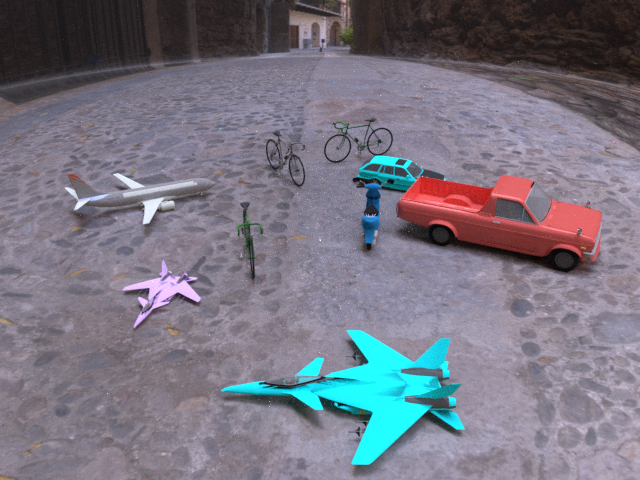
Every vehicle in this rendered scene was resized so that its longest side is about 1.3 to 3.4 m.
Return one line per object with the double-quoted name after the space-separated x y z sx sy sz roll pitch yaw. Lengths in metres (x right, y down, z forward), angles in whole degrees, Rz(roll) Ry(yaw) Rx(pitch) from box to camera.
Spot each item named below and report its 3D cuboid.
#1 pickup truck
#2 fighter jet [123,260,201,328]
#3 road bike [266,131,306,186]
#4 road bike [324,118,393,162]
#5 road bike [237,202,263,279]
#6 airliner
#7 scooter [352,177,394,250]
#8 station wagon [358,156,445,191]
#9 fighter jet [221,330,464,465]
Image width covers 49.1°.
2.806 -0.439 10.973 3.117 0.993 1.244 13 31 22 "pickup truck"
-2.221 0.738 9.546 1.147 0.286 1.358 7 29 13 "fighter jet"
-0.671 -1.589 13.238 0.358 0.852 1.545 -16 32 -27 "road bike"
0.788 -2.024 14.039 1.545 0.852 0.358 -12 31 -21 "road bike"
-1.072 -0.073 10.446 0.358 0.852 1.545 -5 29 -9 "road bike"
-3.029 -0.966 12.108 2.541 0.835 2.257 -13 31 -23 "airliner"
0.826 -0.495 11.153 0.662 0.919 1.399 3 29 6 "scooter"
1.522 -1.220 12.955 1.597 0.473 0.682 11 30 20 "station wagon"
0.208 1.546 7.774 2.640 0.557 2.229 0 29 1 "fighter jet"
